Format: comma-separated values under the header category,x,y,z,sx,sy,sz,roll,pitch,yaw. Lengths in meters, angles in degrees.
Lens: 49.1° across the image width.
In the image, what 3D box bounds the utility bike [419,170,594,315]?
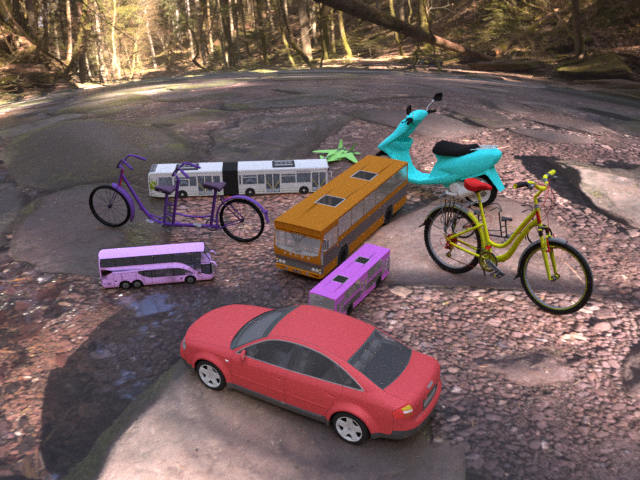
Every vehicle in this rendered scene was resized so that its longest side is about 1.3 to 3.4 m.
category,x,y,z,sx,sy,sz,roll,pitch,yaw
utility bike,2.598,-0.155,9.808,2.791,1.839,1.039,24,35,39

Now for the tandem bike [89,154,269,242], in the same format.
category,x,y,z,sx,sy,sz,roll,pitch,yaw
tandem bike,-2.369,-0.676,11.425,3.192,1.326,0.550,6,27,12

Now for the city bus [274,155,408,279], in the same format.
category,x,y,z,sx,sy,sz,roll,pitch,yaw
city bus,0.442,-0.439,11.432,0.926,0.894,3.255,14,30,26

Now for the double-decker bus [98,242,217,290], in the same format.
category,x,y,z,sx,sy,sz,roll,pitch,yaw
double-decker bus,-2.349,0.366,10.216,1.672,0.541,0.389,-4,27,-9

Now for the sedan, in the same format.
category,x,y,z,sx,sy,sz,roll,pitch,yaw
sedan,-0.187,1.293,7.917,3.137,0.940,1.235,14,30,26

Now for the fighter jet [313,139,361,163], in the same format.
category,x,y,z,sx,sy,sz,roll,pitch,yaw
fighter jet,0.249,-1.801,14.838,1.147,0.286,1.358,18,32,32

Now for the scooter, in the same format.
category,x,y,z,sx,sy,sz,roll,pitch,yaw
scooter,2.146,-1.666,12.889,2.721,1.786,1.288,18,32,32

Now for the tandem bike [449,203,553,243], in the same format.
category,x,y,z,sx,sy,sz,roll,pitch,yaw
tandem bike,2.930,-0.273,11.339,1.642,0.682,0.283,7,27,13

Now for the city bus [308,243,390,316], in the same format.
category,x,y,z,sx,sy,sz,roll,pitch,yaw
city bus,0.443,0.611,9.818,0.476,0.460,1.674,15,30,27

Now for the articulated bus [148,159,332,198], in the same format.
category,x,y,z,sx,sy,sz,roll,pitch,yaw
articulated bus,-1.495,-1.171,13.270,3.401,0.561,0.605,-2,27,-5
